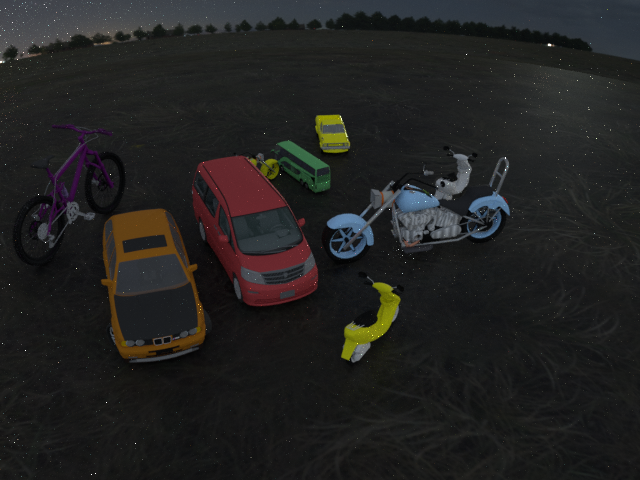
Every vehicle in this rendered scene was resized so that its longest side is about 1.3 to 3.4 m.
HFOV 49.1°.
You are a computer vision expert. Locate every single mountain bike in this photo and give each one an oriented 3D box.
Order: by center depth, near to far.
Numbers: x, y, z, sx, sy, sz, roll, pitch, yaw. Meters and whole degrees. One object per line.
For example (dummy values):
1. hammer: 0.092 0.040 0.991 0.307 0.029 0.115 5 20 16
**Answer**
1. mountain bike: -3.992 -0.824 11.272 1.114 1.688 2.857 10 32 16

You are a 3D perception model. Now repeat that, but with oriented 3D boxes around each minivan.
1. minivan: -1.062 -0.209 10.705 1.324 1.197 3.011 -13 33 -21

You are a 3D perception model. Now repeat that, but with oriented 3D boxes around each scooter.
1. scooter: 0.689 0.956 8.983 0.662 0.919 1.399 18 35 28
2. scooter: 2.416 -1.147 12.590 0.662 0.919 1.399 19 35 29

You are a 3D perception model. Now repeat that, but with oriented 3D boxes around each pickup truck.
1. pickup truck: 0.255 -2.344 15.050 0.640 0.511 1.603 -3 30 -5

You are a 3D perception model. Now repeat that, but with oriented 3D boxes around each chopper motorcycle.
1. chopper motorcycle: 1.526 -0.462 10.859 3.040 1.480 0.906 -7 31 -11
2. chopper motorcycle: -1.368 -1.299 13.008 0.466 0.761 1.563 27 39 38

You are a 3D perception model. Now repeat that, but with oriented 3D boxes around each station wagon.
1. station wagon: -2.398 0.467 9.820 1.327 0.920 3.105 -9 31 -15

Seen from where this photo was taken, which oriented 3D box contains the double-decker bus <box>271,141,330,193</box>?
1. double-decker bus: -0.376 -1.439 13.468 0.389 0.541 1.672 -18 35 -27
